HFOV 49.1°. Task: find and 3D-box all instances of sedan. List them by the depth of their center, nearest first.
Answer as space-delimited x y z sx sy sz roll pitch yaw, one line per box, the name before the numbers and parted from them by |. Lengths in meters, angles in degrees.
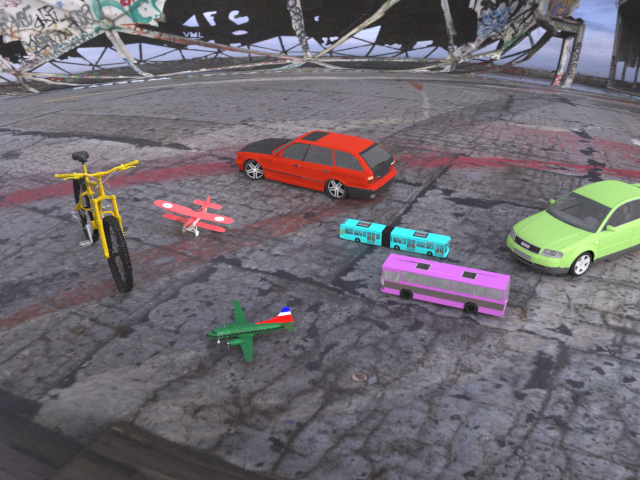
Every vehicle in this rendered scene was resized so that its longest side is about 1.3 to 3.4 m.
sedan | 4.275 -0.312 10.768 3.137 0.940 1.235 -15 30 -27

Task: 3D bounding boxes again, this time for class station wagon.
station wagon | -0.138 -1.550 13.247 3.105 0.920 1.327 15 30 27

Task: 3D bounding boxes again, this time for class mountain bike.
mountain bike | -3.229 -0.413 10.137 1.114 1.688 2.857 -15 30 -27

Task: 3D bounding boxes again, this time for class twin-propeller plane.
twin-propeller plane | -0.870 1.056 8.644 1.095 0.407 1.370 -6 27 -12

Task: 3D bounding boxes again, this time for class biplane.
biplane | -1.984 -0.396 11.419 1.336 0.504 1.090 7 27 13

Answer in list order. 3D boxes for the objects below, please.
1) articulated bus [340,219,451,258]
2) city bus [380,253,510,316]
articulated bus | 1.162 -0.035 10.941 1.749 0.289 0.311 11 29 20
city bus | 1.678 0.613 9.464 1.674 0.460 0.476 11 29 20
